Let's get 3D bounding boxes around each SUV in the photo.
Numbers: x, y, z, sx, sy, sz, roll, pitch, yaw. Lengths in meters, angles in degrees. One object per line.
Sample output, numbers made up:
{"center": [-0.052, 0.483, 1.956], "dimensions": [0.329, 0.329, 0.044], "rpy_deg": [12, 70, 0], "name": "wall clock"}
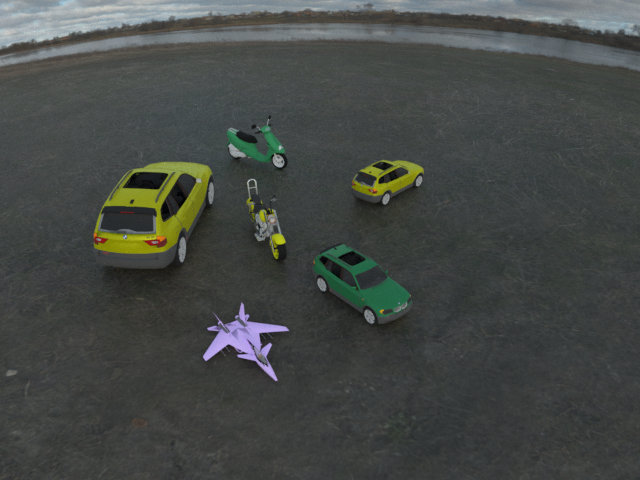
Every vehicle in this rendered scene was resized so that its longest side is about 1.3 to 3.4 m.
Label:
{"center": [1.216, -1.119, 12.401], "dimensions": [0.656, 0.580, 1.572], "rpy_deg": [25, 38, 36], "name": "SUV"}
{"center": [0.553, 0.558, 9.524], "dimensions": [0.656, 0.580, 1.572], "rpy_deg": [-23, 37, -34], "name": "SUV"}
{"center": [-2.543, -0.605, 10.975], "dimensions": [1.276, 1.128, 3.058], "rpy_deg": [3, 30, 5], "name": "SUV"}

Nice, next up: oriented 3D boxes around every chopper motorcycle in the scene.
{"center": [-0.842, -0.323, 10.855], "dimensions": [0.466, 0.761, 1.563], "rpy_deg": [-12, 32, -19], "name": "chopper motorcycle"}

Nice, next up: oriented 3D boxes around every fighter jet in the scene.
{"center": [-0.853, 1.270, 8.596], "dimensions": [1.147, 0.286, 1.358], "rpy_deg": [-17, 34, -27], "name": "fighter jet"}

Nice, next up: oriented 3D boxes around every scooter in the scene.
{"center": [-1.234, -1.886, 13.379], "dimensions": [1.399, 0.919, 0.662], "rpy_deg": [15, 34, 24], "name": "scooter"}
